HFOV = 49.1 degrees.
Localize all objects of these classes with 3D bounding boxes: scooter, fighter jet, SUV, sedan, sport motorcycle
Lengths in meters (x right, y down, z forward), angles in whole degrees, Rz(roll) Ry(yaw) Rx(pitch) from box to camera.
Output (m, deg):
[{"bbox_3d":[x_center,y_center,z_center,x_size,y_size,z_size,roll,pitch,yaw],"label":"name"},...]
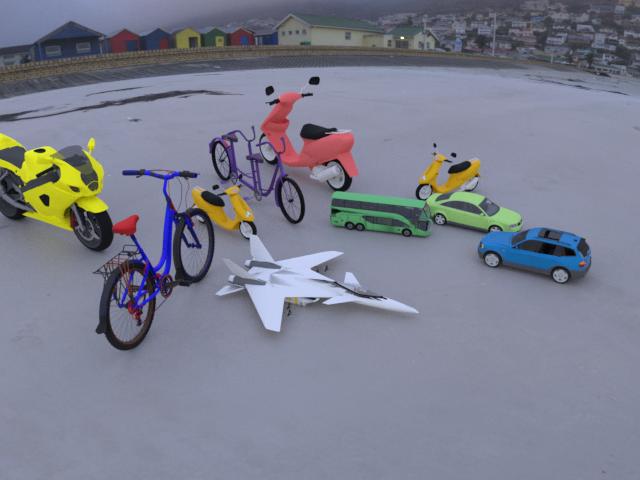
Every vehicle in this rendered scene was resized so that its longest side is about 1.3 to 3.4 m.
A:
[{"bbox_3d":[-1.547,-0.565,11.074,1.399,0.919,0.662,18,32,32],"label":"scooter"},{"bbox_3d":[0.037,0.544,9.250,2.640,0.557,2.229,10,28,20],"label":"fighter jet"},{"bbox_3d":[-0.288,-1.994,12.971,1.288,1.786,2.721,-22,34,-37],"label":"scooter"},{"bbox_3d":[2.299,-1.212,12.374,1.399,0.919,0.662,-12,29,-23],"label":"scooter"},{"bbox_3d":[3.077,0.133,10.051,1.572,0.580,0.656,14,30,26],"label":"SUV"},{"bbox_3d":[2.491,-0.472,11.376,1.613,0.483,0.635,14,30,26],"label":"sedan"},{"bbox_3d":[-4.282,-0.836,10.858,2.955,1.596,0.983,17,31,31],"label":"sport motorcycle"}]

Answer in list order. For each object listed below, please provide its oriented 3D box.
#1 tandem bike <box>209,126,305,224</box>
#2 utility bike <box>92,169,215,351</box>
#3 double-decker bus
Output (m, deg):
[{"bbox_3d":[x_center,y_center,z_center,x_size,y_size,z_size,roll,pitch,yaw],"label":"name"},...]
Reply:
[{"bbox_3d":[-1.168,-1.315,12.125,0.550,1.326,3.192,-18,31,-31],"label":"tandem bike"},{"bbox_3d":[-2.093,0.082,8.740,1.039,1.839,2.791,8,28,16],"label":"utility bike"},{"bbox_3d":[0.995,-0.413,11.192,1.672,0.541,0.389,7,27,14],"label":"double-decker bus"}]
